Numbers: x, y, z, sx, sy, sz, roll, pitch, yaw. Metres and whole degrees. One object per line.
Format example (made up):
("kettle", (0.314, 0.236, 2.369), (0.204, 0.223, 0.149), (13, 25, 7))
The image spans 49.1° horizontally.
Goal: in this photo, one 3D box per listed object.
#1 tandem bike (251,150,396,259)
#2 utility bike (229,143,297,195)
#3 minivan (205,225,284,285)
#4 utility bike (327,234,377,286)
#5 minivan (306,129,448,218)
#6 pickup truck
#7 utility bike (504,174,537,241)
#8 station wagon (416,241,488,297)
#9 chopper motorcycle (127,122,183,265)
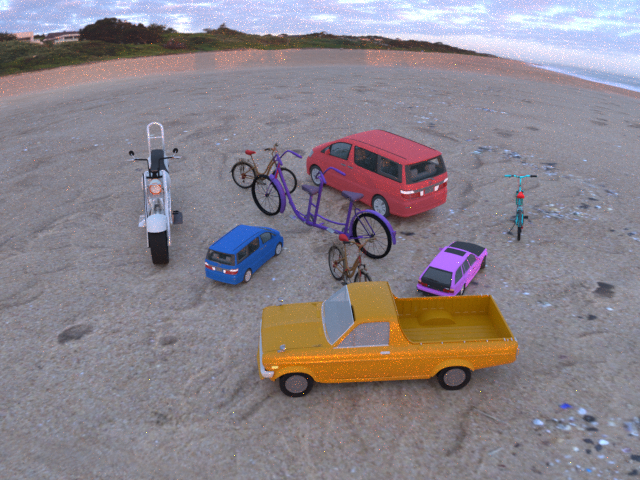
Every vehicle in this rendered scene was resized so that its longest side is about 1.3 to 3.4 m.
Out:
("tandem bike", (-0.039, -0.655, 11.556), (3.192, 1.326, 0.550), (22, 35, 36))
("utility bike", (-1.080, -1.392, 13.370), (1.435, 0.946, 0.535), (10, 29, 19))
("minivan", (-1.140, 0.121, 10.839), (0.681, 0.616, 1.548), (13, 30, 23))
("utility bike", (0.477, 0.319, 10.108), (0.535, 0.946, 1.435), (-13, 30, -22))
("minivan", (0.974, -1.393, 13.101), (1.324, 1.197, 3.011), (-20, 34, -33))
("pickup truck", (0.777, 1.109, 8.549), (3.117, 0.993, 1.244), (-2, 28, -4))
("utility bike", (3.355, -0.618, 11.895), (0.535, 0.946, 1.435), (7, 28, 12))
("station wagon", (2.027, 0.365, 10.527), (0.682, 0.473, 1.597), (15, 31, 27))
("chopper motorcycle", (-2.732, -0.845, 11.752), (0.906, 1.480, 3.040), (-5, 28, -10))
